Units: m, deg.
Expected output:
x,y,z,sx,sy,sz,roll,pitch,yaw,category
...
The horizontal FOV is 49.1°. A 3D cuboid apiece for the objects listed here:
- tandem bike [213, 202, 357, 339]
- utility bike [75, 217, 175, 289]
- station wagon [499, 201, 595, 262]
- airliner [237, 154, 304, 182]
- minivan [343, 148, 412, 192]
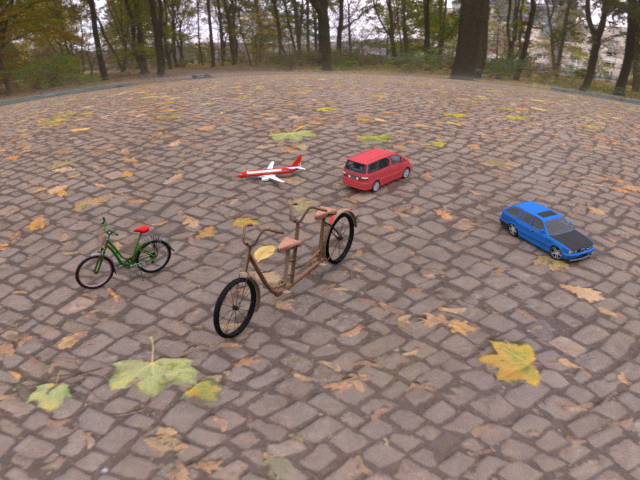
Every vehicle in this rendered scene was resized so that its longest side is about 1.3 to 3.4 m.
x,y,z,sx,sy,sz,roll,pitch,yaw,category
-0.346,0.145,9.263,0.550,1.326,3.192,16,30,30,tandem bike
-2.671,0.164,9.657,1.435,0.946,0.535,-17,30,-30,utility bike
3.531,-0.182,10.908,0.682,0.473,1.597,-13,29,-24,station wagon
-0.953,-1.394,13.447,1.307,0.429,1.161,-6,27,-12,airliner
1.113,-1.386,13.219,0.681,0.616,1.548,22,33,37,minivan
